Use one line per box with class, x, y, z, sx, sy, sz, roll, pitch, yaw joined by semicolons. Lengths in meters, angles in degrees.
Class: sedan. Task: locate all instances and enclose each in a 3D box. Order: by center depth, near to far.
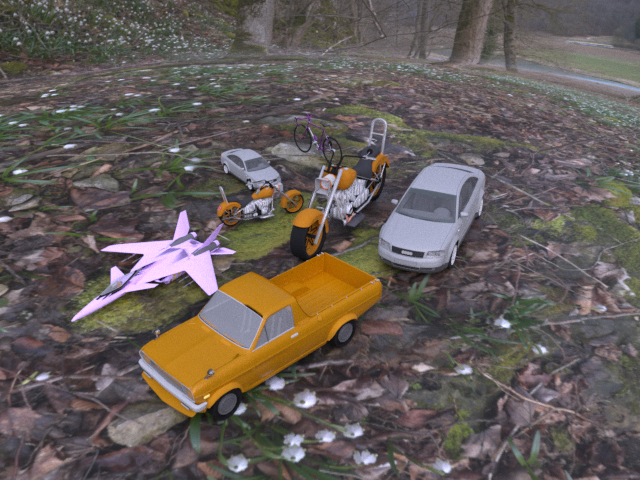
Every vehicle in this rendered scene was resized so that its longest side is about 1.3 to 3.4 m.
sedan;1.860;-0.523;11.281;1.235;0.940;3.137;12;31;21
sedan;-1.330;-1.401;13.353;0.635;0.483;1.613;-18;34;-30

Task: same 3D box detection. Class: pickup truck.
pickup truck;-0.629;0.964;8.518;3.117;0.993;1.244;-26;38;-38

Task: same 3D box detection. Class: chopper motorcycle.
chopper motorcycle;0.377;-0.878;11.366;0.906;1.480;3.040;15;32;25
chopper motorcycle;-0.990;-0.686;11.764;1.563;0.761;0.466;-15;32;-25

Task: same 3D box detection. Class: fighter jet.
fighter jet;-2.505;0.386;10.022;2.229;0.557;2.640;18;34;30

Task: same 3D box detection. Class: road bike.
road bike;-0.058;-2.041;14.136;0.358;0.852;1.545;-22;35;-34
